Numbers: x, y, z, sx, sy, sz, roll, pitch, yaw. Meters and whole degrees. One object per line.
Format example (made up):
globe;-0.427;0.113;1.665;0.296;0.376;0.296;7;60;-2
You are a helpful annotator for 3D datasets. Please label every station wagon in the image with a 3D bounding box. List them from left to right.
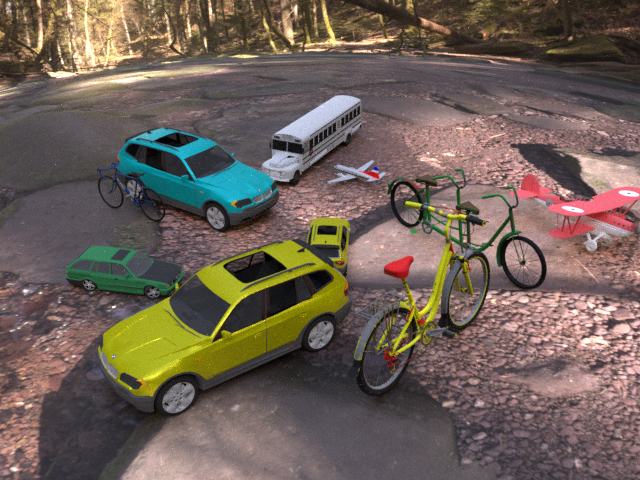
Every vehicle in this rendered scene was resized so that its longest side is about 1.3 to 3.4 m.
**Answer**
station wagon;-2.714;0.412;9.767;1.597;0.473;0.682;6;29;11

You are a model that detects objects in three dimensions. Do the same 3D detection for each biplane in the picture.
biplane;4.027;-0.468;10.868;2.598;0.981;2.120;-22;35;-35

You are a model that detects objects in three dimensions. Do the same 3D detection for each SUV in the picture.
SUV;-2.138;-1.135;11.954;3.058;1.128;1.276;18;33;30
SUV;-1.055;0.880;8.203;3.058;1.128;1.276;-19;34;-32
SUV;0.118;0.012;10.397;0.656;0.580;1.572;2;28;4

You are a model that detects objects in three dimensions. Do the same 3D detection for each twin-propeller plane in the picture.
twin-propeller plane;0.661;-1.282;12.989;1.095;0.407;1.370;22;35;34

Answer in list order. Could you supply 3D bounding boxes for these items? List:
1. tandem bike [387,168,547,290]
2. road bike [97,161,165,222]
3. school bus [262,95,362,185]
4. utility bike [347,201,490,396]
tandem bike;2.075;-0.385;10.350;0.550;1.326;3.192;-19;34;-31
road bike;-3.163;-0.809;11.640;1.545;0.852;0.358;17;32;28
school bus;-0.118;-2.036;13.931;0.709;0.844;3.322;13;31;23
utility bike;1.168;0.560;8.048;1.039;1.839;2.791;23;36;36
